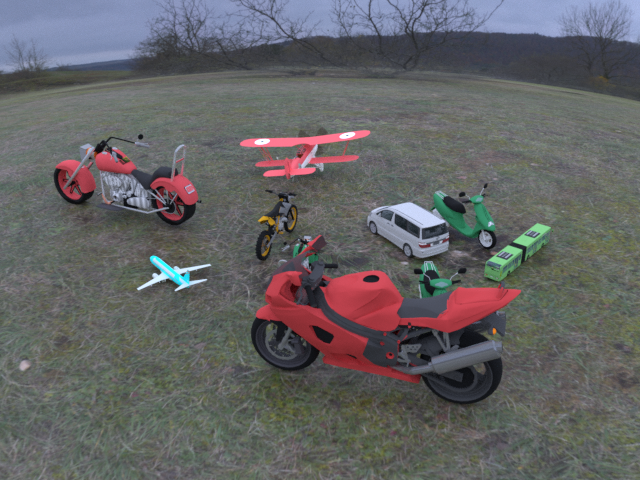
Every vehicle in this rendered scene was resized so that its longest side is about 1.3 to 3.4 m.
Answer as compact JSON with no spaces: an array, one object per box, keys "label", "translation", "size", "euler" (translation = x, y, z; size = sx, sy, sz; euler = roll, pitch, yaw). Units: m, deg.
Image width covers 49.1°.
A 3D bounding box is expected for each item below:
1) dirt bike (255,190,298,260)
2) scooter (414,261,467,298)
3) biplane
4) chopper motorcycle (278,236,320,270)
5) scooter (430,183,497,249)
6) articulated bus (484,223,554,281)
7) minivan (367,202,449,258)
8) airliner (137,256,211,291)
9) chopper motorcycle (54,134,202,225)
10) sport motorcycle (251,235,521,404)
[{"label":"dirt bike","translation":[-0.676,-0.309,11.047],"size":[0.527,0.857,1.493],"euler":[10,29,19]},{"label":"scooter","translation":[1.487,0.687,9.017],"size":[0.662,0.919,1.399],"euler":[-1,27,-2]},{"label":"biplane","translation":[-0.391,-1.581,13.417],"size":[2.598,0.981,2.120],"euler":[6,28,12]},{"label":"chopper motorcycle","translation":[-0.280,0.299,9.954],"size":[0.466,0.761,1.563],"euler":[8,28,14]},{"label":"scooter","translation":[2.314,-0.466,11.289],"size":[0.662,0.919,1.399],"euler":[-20,33,-33]},{"label":"articulated bus","translation":[3.056,0.170,10.730],"size":[0.311,0.289,1.749],"euler":[21,34,35]},{"label":"minivan","translation":[1.377,-0.246,11.190],"size":[0.681,0.616,1.548],"euler":[-15,31,-27]},{"label":"airliner","translation":[-2.176,0.391,10.141],"size":[1.161,0.429,1.307],"euler":[-19,33,-33]},{"label":"chopper motorcycle","translation":[-3.402,-1.123,11.963],"size":[3.040,1.480,0.906],"euler":[13,30,24]},{"label":"sport motorcycle","translation":[0.610,0.951,7.747],"size":[2.955,1.596,0.983],"euler":[8,28,14]}]
